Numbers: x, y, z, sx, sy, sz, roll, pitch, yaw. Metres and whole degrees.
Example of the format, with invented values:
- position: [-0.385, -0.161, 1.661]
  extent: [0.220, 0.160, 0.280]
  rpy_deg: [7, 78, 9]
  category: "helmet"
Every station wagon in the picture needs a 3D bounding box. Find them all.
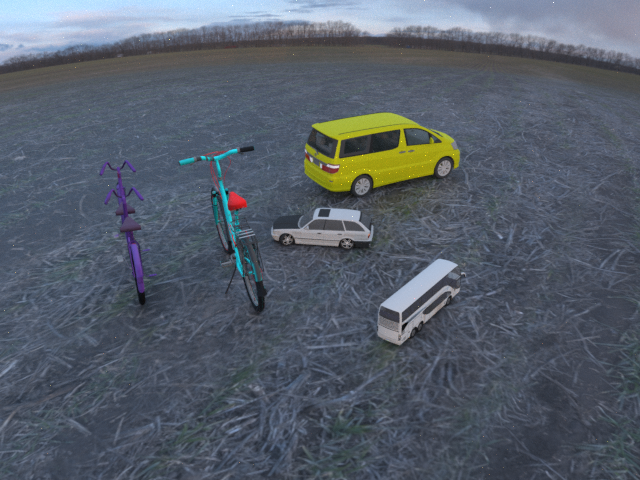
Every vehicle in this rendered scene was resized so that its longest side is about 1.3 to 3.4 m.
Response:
- position: [0.032, -0.219, 10.944]
  extent: [1.597, 0.473, 0.682]
  rpy_deg: [3, 28, 7]
  category: "station wagon"

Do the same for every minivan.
- position: [1.220, -1.703, 13.025]
  extent: [3.011, 1.197, 1.324]
  rpy_deg: [-14, 31, -26]
  category: "minivan"

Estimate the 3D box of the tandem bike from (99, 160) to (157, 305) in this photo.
- position: [-2.780, -0.259, 10.092]
  extent: [0.550, 1.326, 3.192]
  rpy_deg: [-9, 29, -17]
  category: "tandem bike"

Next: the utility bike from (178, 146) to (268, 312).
- position: [-1.264, -0.239, 9.496]
  extent: [1.039, 1.839, 2.791]
  rpy_deg: [-9, 29, -18]
  category: "utility bike"

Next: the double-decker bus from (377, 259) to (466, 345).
- position: [1.319, 0.749, 8.998]
  extent: [0.389, 0.541, 1.672]
  rpy_deg: [19, 33, 32]
  category: "double-decker bus"
